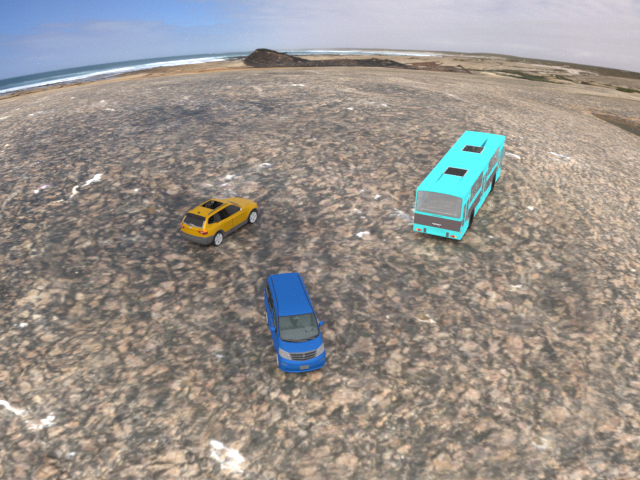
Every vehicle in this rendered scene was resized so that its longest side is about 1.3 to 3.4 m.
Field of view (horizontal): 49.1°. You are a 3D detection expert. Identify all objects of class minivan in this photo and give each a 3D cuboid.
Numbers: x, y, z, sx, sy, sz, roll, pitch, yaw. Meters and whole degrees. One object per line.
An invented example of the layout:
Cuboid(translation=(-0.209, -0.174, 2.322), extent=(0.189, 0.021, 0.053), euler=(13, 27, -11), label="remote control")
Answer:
Cuboid(translation=(-0.346, 1.035, 8.990), extent=(0.681, 0.616, 1.548), euler=(-6, 28, -10), label="minivan")

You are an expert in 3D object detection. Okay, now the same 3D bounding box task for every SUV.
Cuboid(translation=(-1.679, -0.412, 11.803), extent=(0.656, 0.580, 1.572), euler=(15, 31, 27), label="SUV")

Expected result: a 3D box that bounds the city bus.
Cuboid(translation=(2.580, -1.031, 12.652), extent=(0.926, 0.894, 3.255), euler=(12, 30, 22), label="city bus")
